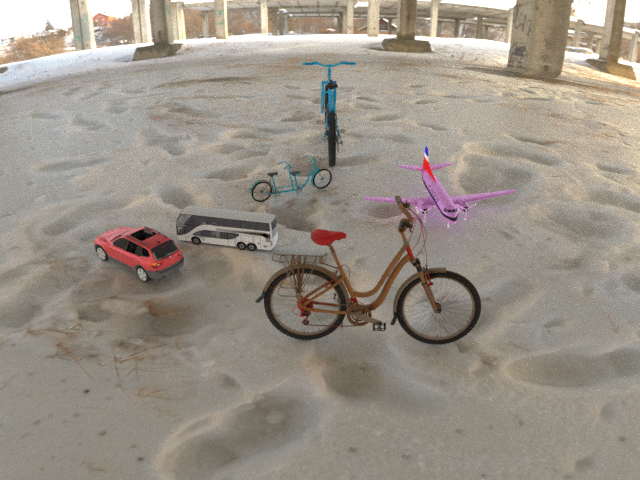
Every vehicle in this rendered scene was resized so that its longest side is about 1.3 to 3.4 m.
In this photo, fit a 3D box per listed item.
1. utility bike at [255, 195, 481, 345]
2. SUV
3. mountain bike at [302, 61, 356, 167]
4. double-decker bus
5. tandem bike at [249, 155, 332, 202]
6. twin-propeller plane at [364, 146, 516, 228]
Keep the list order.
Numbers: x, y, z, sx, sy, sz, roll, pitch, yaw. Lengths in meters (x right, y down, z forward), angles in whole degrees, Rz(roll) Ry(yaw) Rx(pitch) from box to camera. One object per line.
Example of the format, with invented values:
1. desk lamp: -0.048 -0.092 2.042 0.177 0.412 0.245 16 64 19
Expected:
1. utility bike: 0.591 0.416 8.579 2.791 1.839 1.039 2 29 3
2. SUV: -2.724 0.103 10.456 1.572 0.580 0.656 21 35 33
3. mountain bike: 0.210 -2.672 14.362 1.114 1.688 2.857 -1 29 -2
4. double-decker bus: -1.499 -0.191 11.032 1.672 0.541 0.389 6 29 12
5. tandem bike: -0.510 -1.109 12.560 1.642 0.682 0.283 -14 32 -24
6. twin-propeller plane: 2.036 -0.916 12.094 2.663 0.792 2.129 -3 29 -6
